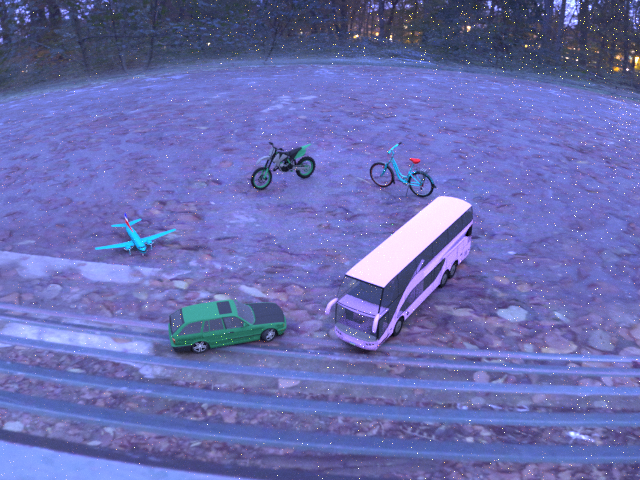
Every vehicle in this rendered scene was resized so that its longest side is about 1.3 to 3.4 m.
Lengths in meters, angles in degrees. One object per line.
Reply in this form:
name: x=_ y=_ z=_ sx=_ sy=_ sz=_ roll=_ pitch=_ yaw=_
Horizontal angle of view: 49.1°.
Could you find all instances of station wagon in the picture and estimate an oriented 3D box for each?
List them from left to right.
station wagon: x=-1.255 y=1.106 z=9.540 sx=1.597 sy=0.473 sz=0.682 roll=-8 pitch=30 yaw=-14

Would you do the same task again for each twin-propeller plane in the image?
twin-propeller plane: x=-3.115 y=-0.086 z=11.757 sx=1.370 sy=0.407 sz=1.095 roll=-15 pitch=33 yaw=-25

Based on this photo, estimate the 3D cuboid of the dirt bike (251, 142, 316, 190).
dirt bike: x=-0.714 y=-1.503 z=13.846 sx=1.493 sy=0.857 sz=0.527 roll=-18 pitch=34 yaw=-29

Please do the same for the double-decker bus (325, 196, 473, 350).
double-decker bus: x=1.283 y=0.422 z=10.178 sx=0.756 sy=1.052 sz=3.251 roll=18 pitch=34 yaw=29

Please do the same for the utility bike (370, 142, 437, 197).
utility bike: x=1.565 y=-1.321 z=13.428 sx=1.435 sy=0.946 sz=0.535 roll=17 pitch=33 yaw=28
